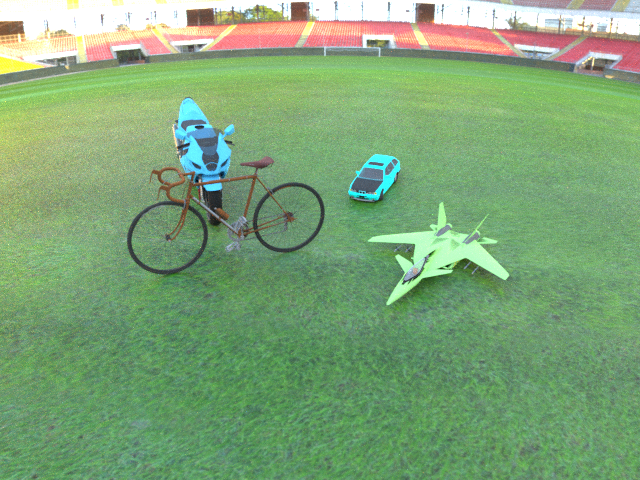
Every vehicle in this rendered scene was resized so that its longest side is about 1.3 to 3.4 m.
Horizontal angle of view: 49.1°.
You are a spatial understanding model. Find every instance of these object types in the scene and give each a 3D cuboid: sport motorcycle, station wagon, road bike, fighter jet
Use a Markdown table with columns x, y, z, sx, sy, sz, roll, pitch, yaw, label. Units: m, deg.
| x | y | z | sx | sy | sz | roll | pitch | yaw | label |
| --- | --- | --- | --- | --- | --- | --- | --- | --- | --- |
| -2.099 | -1.451 | 12.398 | 0.983 | 1.596 | 2.955 | -8 | 28 | -15 | sport motorcycle |
| 1.034 | -1.200 | 13.146 | 0.682 | 0.473 | 1.597 | 10 | 29 | 19 | station wagon |
| -1.323 | -0.401 | 10.259 | 3.004 | 1.656 | 0.697 | -10 | 29 | -19 | road bike |
| 1.615 | 0.213 | 10.263 | 2.229 | 0.557 | 2.640 | 16 | 31 | 29 | fighter jet |
